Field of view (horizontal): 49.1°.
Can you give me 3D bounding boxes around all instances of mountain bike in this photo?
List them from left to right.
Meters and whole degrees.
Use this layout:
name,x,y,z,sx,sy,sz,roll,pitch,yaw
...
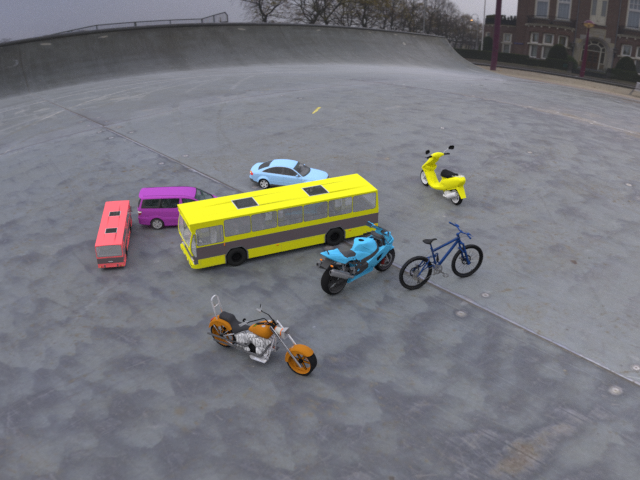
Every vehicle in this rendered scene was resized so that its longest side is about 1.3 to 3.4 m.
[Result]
name,x,y,z,sx,sy,sz,roll,pitch,yaw
mountain bike,1.850,0.272,10.537,1.469,0.868,0.573,-11,30,-20

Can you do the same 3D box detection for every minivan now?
name,x,y,z,sx,sy,sz,roll,pitch,yaw
minivan,-2.440,-0.602,12.438,1.548,0.616,0.681,-2,28,-4

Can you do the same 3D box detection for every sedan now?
name,x,y,z,sx,sy,sz,roll,pitch,yaw
sedan,-0.598,-1.314,13.909,1.613,0.483,0.635,6,29,12

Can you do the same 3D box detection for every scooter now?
name,x,y,z,sx,sy,sz,roll,pitch,yaw
scooter,2.349,-1.279,13.382,0.662,0.919,1.399,-13,31,-23

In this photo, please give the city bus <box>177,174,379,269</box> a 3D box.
name,x,y,z,sx,sy,sz,roll,pitch,yaw
city bus,-0.652,-0.311,11.600,3.255,0.894,0.926,-12,30,-21

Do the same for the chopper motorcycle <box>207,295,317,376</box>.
name,x,y,z,sx,sy,sz,roll,pitch,yaw
chopper motorcycle,-0.754,1.208,8.902,1.563,0.761,0.466,14,31,24

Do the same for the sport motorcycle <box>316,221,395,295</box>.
name,x,y,z,sx,sy,sz,roll,pitch,yaw
sport motorcycle,0.592,0.279,10.574,1.520,0.821,0.506,-22,35,-35

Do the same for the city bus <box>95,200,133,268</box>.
name,x,y,z,sx,sy,sz,roll,pitch,yaw
city bus,-3.415,-0.100,11.664,0.476,0.460,1.674,-4,28,-8
